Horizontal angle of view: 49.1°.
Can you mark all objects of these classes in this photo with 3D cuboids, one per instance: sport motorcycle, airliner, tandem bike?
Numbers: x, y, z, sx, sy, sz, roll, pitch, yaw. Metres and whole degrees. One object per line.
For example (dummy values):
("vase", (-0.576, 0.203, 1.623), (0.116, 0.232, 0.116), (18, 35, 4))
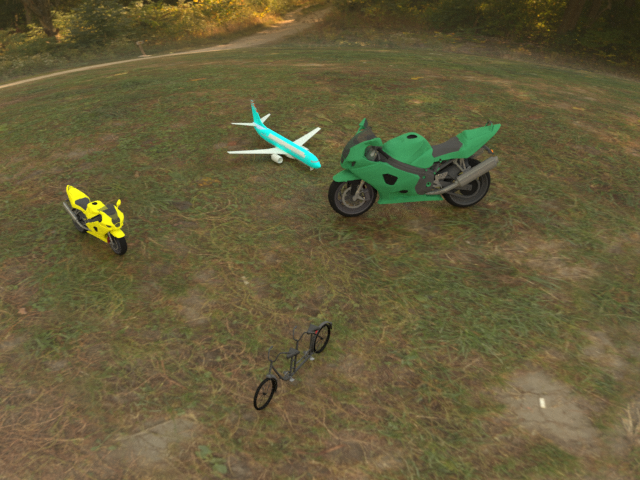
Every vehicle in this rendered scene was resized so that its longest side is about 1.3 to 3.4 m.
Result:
("sport motorcycle", (1.588, -1.207, 11.900), (2.955, 1.596, 0.983), (-6, 31, -9))
("sport motorcycle", (-3.559, -0.321, 11.151), (1.520, 0.821, 0.506), (25, 39, 36))
("airliner", (-0.749, -2.122, 14.227), (2.257, 0.835, 2.541), (-20, 36, -31))
("tandem bike", (-0.295, 1.376, 8.377), (0.283, 0.682, 1.642), (18, 35, 28))
